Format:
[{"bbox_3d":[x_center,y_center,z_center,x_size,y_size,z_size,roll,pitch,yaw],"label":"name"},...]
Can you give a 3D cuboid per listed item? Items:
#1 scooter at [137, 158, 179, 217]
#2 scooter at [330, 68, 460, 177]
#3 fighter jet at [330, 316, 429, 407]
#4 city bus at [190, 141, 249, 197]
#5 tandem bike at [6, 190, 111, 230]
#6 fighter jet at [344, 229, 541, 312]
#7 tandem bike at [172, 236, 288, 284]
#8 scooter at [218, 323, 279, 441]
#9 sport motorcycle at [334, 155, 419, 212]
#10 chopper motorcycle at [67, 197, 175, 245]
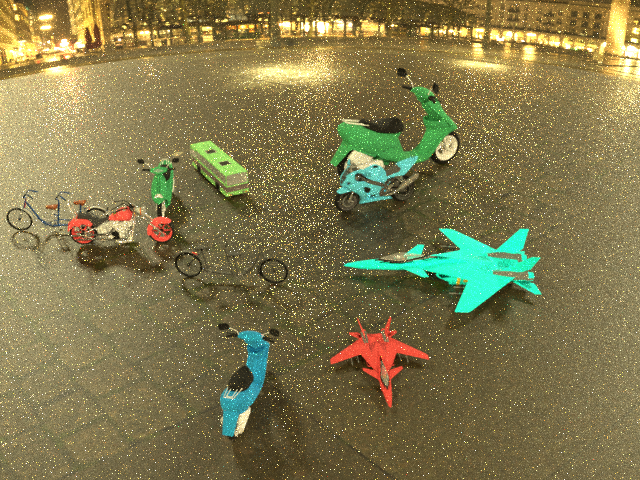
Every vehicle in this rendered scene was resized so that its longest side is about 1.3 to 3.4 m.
[{"bbox_3d":[-2.607,-0.981,11.576,0.662,0.919,1.399,-2,29,-4],"label":"scooter"},{"bbox_3d":[1.437,-2.029,12.564,2.721,1.786,1.288,-14,32,-23],"label":"scooter"},{"bbox_3d":[0.701,1.375,8.002,1.147,0.286,1.358,-2,29,-4],"label":"fighter jet"},{"bbox_3d":[-1.824,-1.276,12.575,0.476,0.460,1.674,-16,33,-26],"label":"city bus"},{"bbox_3d":[-4.066,-0.444,10.856,1.642,0.682,0.283,0,29,0],"label":"tandem bike"},{"bbox_3d":[1.654,0.245,9.751,2.640,0.557,2.229,2,29,3],"label":"fighter jet"},{"bbox_3d":[-1.247,0.261,9.593,1.642,0.682,0.283,4,29,7],"label":"tandem bike"},{"bbox_3d":[-0.773,1.376,7.352,0.662,0.919,1.399,5,30,10],"label":"scooter"},{"bbox_3d":[0.935,-0.940,11.602,1.520,0.821,0.506,-12,31,-21],"label":"sport motorcycle"},{"bbox_3d":[-2.992,-0.283,10.487,1.563,0.761,0.466,-3,29,-5],"label":"chopper motorcycle"}]
